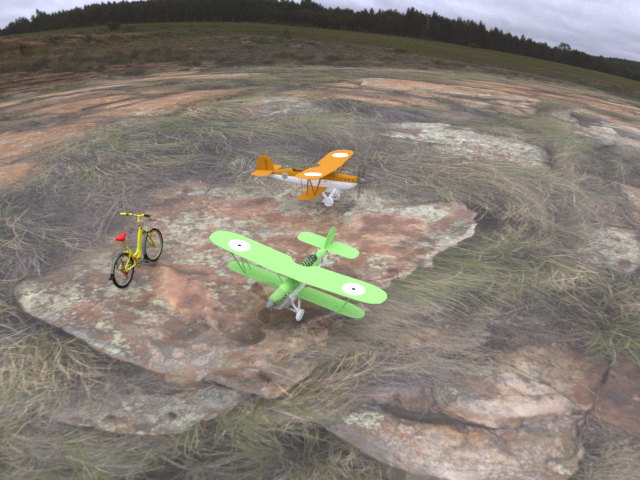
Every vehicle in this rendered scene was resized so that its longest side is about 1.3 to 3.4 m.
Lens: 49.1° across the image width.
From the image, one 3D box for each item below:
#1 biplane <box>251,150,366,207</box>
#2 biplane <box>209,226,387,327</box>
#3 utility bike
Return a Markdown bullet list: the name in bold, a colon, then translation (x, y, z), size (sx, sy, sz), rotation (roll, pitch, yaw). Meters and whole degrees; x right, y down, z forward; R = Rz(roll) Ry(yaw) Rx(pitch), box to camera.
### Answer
- **biplane**: translation (-0.180, -1.192, 12.980), size (2.120, 0.981, 2.598), rotation (8, 29, 15)
- **biplane**: translation (-0.195, 0.459, 9.807), size (2.598, 0.981, 2.120), rotation (12, 30, 22)
- **utility bike**: translation (-2.826, 0.086, 10.563), size (0.535, 0.946, 1.435), rotation (9, 29, 17)
